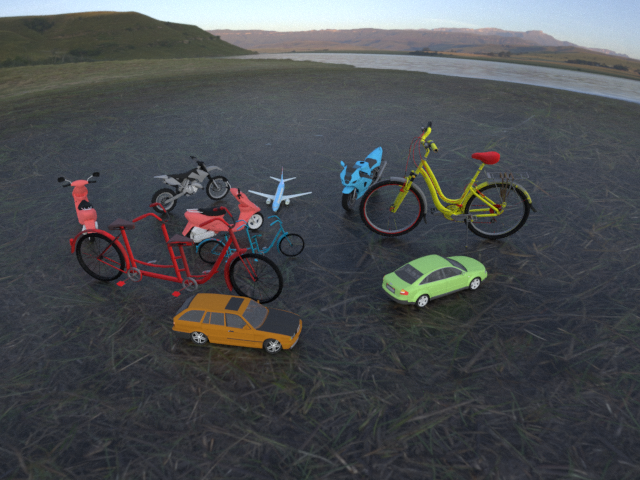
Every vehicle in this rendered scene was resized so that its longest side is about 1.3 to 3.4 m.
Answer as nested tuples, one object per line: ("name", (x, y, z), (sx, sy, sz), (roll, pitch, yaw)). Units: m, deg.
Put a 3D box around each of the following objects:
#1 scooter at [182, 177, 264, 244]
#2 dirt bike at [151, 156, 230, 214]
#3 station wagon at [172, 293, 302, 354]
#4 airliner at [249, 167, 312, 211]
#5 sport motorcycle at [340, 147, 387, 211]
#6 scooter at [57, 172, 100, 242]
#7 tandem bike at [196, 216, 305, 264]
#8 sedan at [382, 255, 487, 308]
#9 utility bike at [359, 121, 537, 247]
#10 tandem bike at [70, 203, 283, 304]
("scooter", (-1.540, -0.456, 11.179), (1.399, 0.919, 0.662), (-14, 30, -27))
("dirt bike", (-2.272, -0.981, 12.300), (1.493, 0.857, 0.527), (-16, 31, -30))
("station wagon", (-1.022, 0.999, 8.766), (1.597, 0.473, 0.682), (5, 27, 10))
("airliner", (-0.742, -0.905, 12.624), (1.161, 0.429, 1.307), (2, 27, 4))
("sport motorcycle", (0.765, -1.117, 12.610), (0.506, 0.821, 1.520), (13, 30, 25))
("scooter", (-3.855, -0.583, 11.433), (0.662, 0.919, 1.399), (-11, 29, -22))
("tandem bike", (-1.043, 0.005, 10.522), (1.642, 0.682, 0.283), (-5, 27, -9))
("sedan", (1.629, 0.485, 9.783), (1.613, 0.483, 0.635), (-14, 30, -26))
("utility bike", (2.011, -0.785, 10.808), (2.791, 1.839, 1.039), (1, 27, 2))
("tandem bike", (-2.022, 0.134, 9.543), (3.192, 1.326, 0.550), (7, 27, 14))
